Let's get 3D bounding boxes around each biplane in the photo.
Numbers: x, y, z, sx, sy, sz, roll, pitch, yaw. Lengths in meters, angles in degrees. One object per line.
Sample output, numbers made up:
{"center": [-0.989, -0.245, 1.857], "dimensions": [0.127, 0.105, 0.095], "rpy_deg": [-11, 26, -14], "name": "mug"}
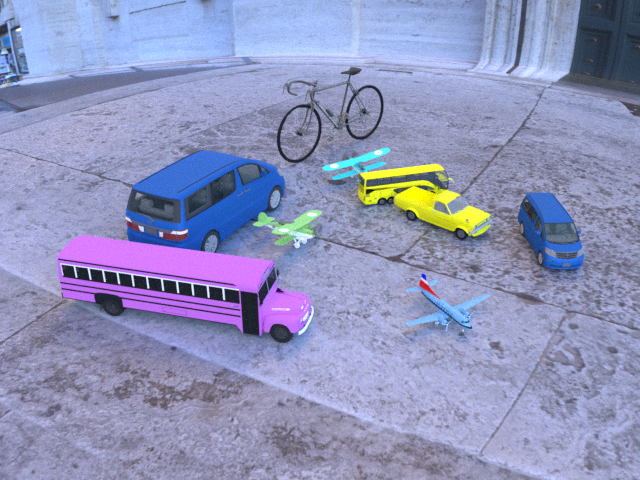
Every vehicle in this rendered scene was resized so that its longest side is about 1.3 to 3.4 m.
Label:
{"center": [0.734, -1.293, 12.845], "dimensions": [1.336, 0.504, 1.090], "rpy_deg": [-10, 30, -18], "name": "biplane"}
{"center": [-0.481, -0.190, 10.834], "dimensions": [1.090, 0.504, 1.336], "rpy_deg": [14, 32, 24], "name": "biplane"}

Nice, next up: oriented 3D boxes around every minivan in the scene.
{"center": [-1.709, -0.748, 11.132], "dimensions": [1.324, 1.197, 3.011], "rpy_deg": [15, 32, 25], "name": "minivan"}
{"center": [3.509, -0.152, 10.650], "dimensions": [0.681, 0.616, 1.548], "rpy_deg": [-1, 29, -2], "name": "minivan"}

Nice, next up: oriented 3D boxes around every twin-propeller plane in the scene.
{"center": [1.616, 0.823, 9.088], "dimensions": [1.370, 0.407, 1.095], "rpy_deg": [-15, 32, -26], "name": "twin-propeller plane"}

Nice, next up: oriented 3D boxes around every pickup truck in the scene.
{"center": [1.988, -0.520, 11.430], "dimensions": [1.603, 0.511, 0.640], "rpy_deg": [24, 37, 37], "name": "pickup truck"}

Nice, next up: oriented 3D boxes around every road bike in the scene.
{"center": [0.274, -2.578, 13.991], "dimensions": [3.004, 1.656, 0.697], "rpy_deg": [-25, 37, -37], "name": "road bike"}

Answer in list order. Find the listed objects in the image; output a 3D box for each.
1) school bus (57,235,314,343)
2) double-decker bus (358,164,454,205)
{"center": [-1.729, 0.594, 9.052], "dimensions": [3.322, 0.844, 0.709], "rpy_deg": [7, 30, 13], "name": "school bus"}
{"center": [1.490, -0.975, 12.229], "dimensions": [1.672, 0.541, 0.389], "rpy_deg": [-8, 30, -15], "name": "double-decker bus"}
